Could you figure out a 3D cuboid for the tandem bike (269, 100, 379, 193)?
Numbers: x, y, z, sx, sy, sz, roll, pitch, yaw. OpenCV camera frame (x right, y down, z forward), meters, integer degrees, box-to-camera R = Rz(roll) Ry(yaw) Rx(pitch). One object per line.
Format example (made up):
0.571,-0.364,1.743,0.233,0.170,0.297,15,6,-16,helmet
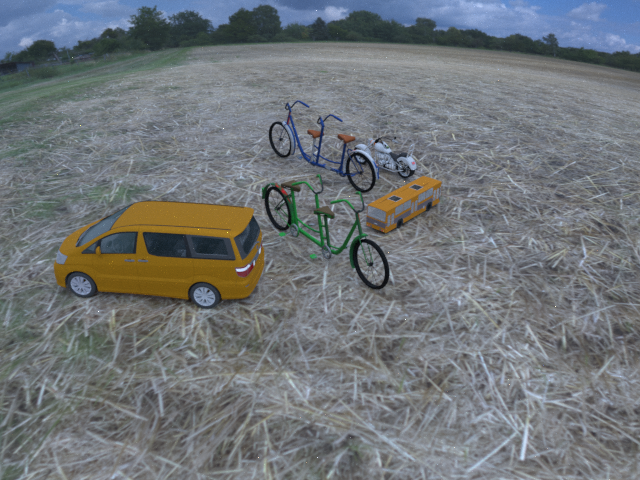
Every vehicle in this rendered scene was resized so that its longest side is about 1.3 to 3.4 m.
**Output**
-0.009,-1.902,13.705,0.550,1.326,3.192,-23,36,-36,tandem bike

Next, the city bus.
1.491,-0.620,12.250,0.476,0.460,1.674,23,36,36,city bus

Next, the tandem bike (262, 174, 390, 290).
-0.003,-0.342,10.832,0.550,1.326,3.192,-20,34,-32,tandem bike

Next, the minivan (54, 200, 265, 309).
-2.349,0.119,10.117,3.011,1.197,1.324,4,29,8,minivan

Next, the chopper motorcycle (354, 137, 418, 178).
1.283,-1.732,13.983,0.466,0.761,1.563,-25,37,-38,chopper motorcycle
